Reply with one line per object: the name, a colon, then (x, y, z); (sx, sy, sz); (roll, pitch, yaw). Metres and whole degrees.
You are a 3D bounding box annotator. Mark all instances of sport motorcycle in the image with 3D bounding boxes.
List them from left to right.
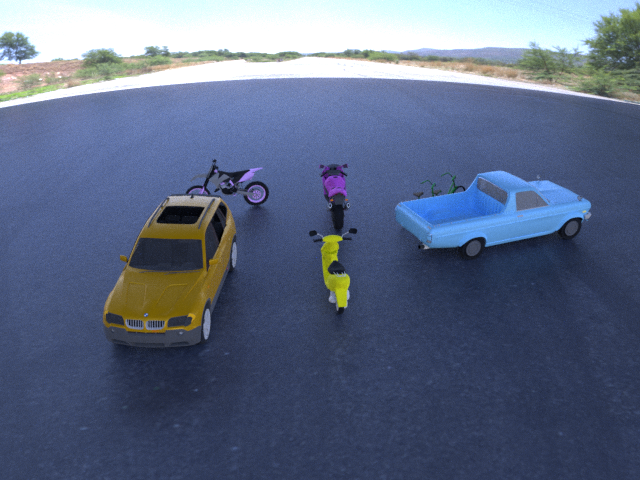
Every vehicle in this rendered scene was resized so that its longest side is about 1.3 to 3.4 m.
sport motorcycle: (0.262, -0.777, 11.942); (0.506, 0.821, 1.520); (-2, 26, -4)

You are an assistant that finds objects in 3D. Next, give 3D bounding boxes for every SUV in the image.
SUV: (-1.911, 0.295, 9.363); (1.276, 1.128, 3.058); (2, 26, 4)

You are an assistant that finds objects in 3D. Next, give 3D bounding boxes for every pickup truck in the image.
pickup truck: (2.786, -0.499, 11.168); (3.117, 0.993, 1.244); (-10, 28, -20)

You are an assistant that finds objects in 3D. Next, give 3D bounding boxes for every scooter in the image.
scooter: (0.198, 0.341, 9.508); (0.662, 0.919, 1.399); (-3, 26, -7)

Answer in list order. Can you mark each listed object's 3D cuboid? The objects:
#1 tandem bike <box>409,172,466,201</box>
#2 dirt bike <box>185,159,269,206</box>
tandem bike: (1.953, -0.733, 12.013); (1.642, 0.682, 0.283); (-18, 31, -33)
dirt bike: (-1.636, -0.952, 12.265); (1.493, 0.857, 0.527); (-6, 26, -12)
